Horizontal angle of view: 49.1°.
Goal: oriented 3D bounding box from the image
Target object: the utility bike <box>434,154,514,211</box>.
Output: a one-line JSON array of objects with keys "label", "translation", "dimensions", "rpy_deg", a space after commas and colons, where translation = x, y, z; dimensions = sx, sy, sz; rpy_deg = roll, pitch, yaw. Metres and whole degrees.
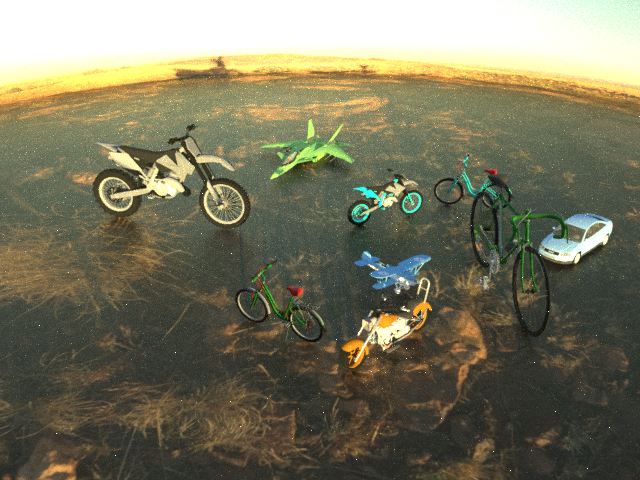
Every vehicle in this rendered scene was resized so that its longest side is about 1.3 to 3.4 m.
[{"label": "utility bike", "translation": [2.764, -0.988, 12.520], "dimensions": [1.435, 0.946, 0.535], "rpy_deg": [7, 27, 14]}]

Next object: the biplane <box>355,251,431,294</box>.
[{"label": "biplane", "translation": [1.042, 0.448, 10.143], "dimensions": [1.090, 0.504, 1.336], "rpy_deg": [22, 34, 37]}]

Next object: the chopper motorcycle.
[{"label": "chopper motorcycle", "translation": [0.831, 1.037, 8.679], "dimensions": [1.563, 0.761, 0.466], "rpy_deg": [-22, 34, -37]}]

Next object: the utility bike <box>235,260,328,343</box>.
[{"label": "utility bike", "translation": [-0.545, 0.815, 8.915], "dimensions": [1.435, 0.946, 0.535], "rpy_deg": [15, 30, 28]}]

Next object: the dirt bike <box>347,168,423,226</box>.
[{"label": "dirt bike", "translation": [1.147, -0.739, 12.121], "dimensions": [1.493, 0.857, 0.527], "rpy_deg": [-11, 29, -22]}]

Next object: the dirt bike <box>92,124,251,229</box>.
[{"label": "dirt bike", "translation": [-2.566, -1.052, 11.841], "dimensions": [2.903, 1.666, 1.024], "rpy_deg": [6, 27, 13]}]

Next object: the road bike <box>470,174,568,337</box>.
[{"label": "road bike", "translation": [2.593, 0.029, 9.693], "dimensions": [0.696, 1.656, 3.004], "rpy_deg": [-3, 27, -6]}]

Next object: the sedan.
[{"label": "sedan", "translation": [4.110, -0.080, 11.220], "dimensions": [1.613, 0.483, 0.635], "rpy_deg": [-23, 35, -38]}]

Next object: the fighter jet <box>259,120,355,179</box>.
[{"label": "fighter jet", "translation": [-0.399, -1.886, 14.748], "dimensions": [2.229, 0.557, 2.640], "rpy_deg": [12, 29, 23]}]
